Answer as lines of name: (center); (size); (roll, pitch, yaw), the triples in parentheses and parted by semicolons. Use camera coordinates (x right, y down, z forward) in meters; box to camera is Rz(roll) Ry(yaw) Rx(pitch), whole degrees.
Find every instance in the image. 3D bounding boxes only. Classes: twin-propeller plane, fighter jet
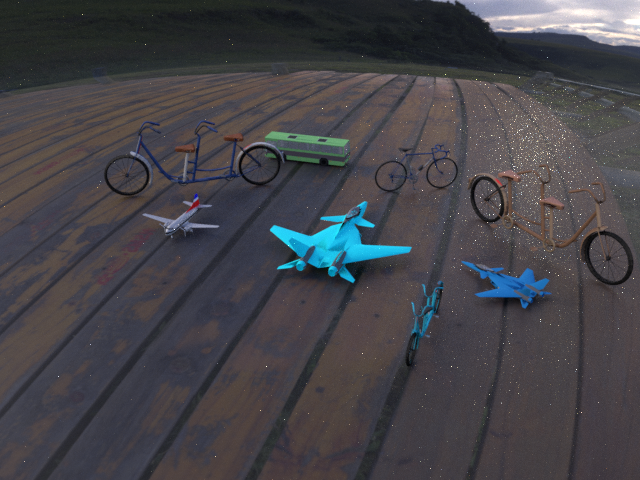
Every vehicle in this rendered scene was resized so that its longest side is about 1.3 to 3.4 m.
twin-propeller plane: (-2.202, -0.383, 11.270); (1.370, 0.407, 1.095); (9, 29, 17)
fighter jet: (2.489, 0.482, 9.733); (1.147, 0.286, 1.358); (-20, 33, -33)
fighter jet: (0.358, -0.234, 10.821); (2.229, 0.557, 2.640); (9, 29, 17)

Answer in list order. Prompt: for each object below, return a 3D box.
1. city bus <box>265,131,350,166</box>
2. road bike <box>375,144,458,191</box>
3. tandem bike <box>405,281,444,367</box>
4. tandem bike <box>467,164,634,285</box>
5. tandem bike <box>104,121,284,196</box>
city bus: (-0.257, -1.803, 13.952); (1.674, 0.460, 0.476); (9, 29, 16)
road bike: (1.739, -1.290, 12.537); (1.545, 0.852, 0.358); (-4, 28, -8)
tandem bike: (1.300, 0.880, 8.535); (0.283, 0.682, 1.642); (11, 29, 20)
tandem bike: (3.330, -0.460, 10.421); (0.550, 1.326, 3.192); (-16, 31, -28)
tandem bike: (-2.210, -1.490, 12.408); (3.192, 1.326, 0.550); (-6, 28, -11)
